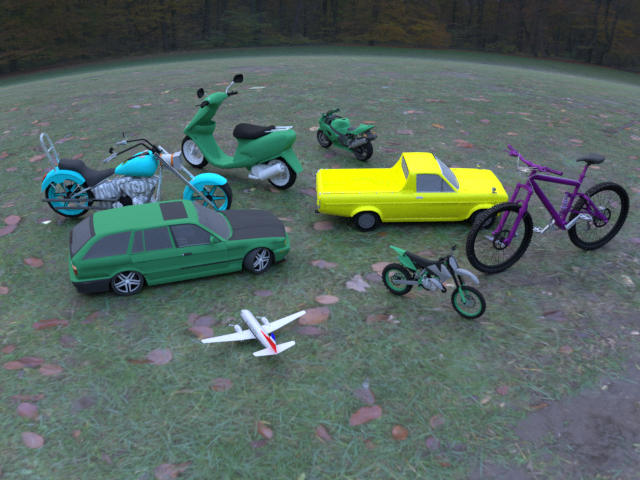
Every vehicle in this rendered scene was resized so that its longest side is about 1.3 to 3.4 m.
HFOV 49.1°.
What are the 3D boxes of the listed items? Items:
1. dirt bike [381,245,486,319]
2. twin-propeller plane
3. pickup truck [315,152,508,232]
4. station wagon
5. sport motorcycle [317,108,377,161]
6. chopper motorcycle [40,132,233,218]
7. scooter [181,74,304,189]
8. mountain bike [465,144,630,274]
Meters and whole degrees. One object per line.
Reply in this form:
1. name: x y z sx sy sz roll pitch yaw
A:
1. dirt bike: 1.469 0.490 9.084 1.493 0.857 0.527 18 33 30
2. twin-propeller plane: -0.748 1.067 8.480 1.370 0.407 1.095 -14 31 -24
3. pickup truck: 1.466 -0.847 11.444 3.117 0.993 1.244 -1 28 -2
4. station wagon: -1.980 -0.029 9.989 3.105 0.920 1.327 -9 29 -16
5. sport motorcycle: 0.490 -2.109 13.990 1.520 0.821 0.506 25 37 38
6. chopper motorcycle: -2.954 -1.003 11.219 3.040 1.480 0.906 0 28 0
7. scooter: -1.498 -1.943 12.655 2.721 1.786 1.288 16 32 27
8. mountain bike: 3.328 -0.452 9.966 2.857 1.688 1.114 -11 30 -20
